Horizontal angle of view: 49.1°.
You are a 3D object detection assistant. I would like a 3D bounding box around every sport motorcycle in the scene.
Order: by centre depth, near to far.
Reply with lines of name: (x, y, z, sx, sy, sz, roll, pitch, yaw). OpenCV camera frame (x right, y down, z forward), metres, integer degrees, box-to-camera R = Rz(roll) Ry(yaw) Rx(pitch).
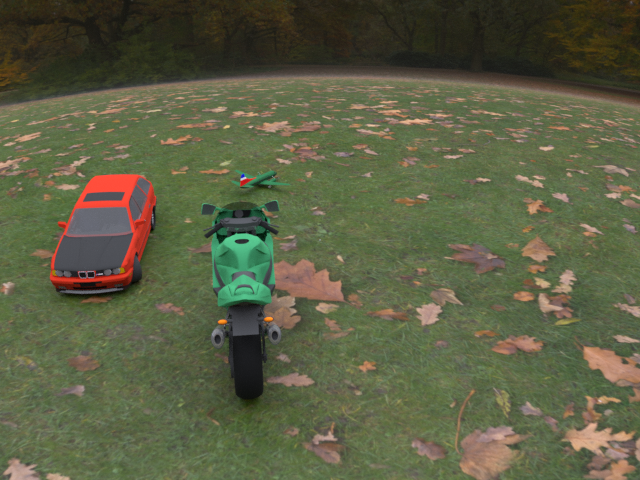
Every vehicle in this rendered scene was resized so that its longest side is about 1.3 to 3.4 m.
sport motorcycle: (-0.911, 0.571, 8.430, 0.983, 1.596, 2.955, -3, 26, -6)

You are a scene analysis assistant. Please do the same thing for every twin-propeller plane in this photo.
twin-propeller plane: (-1.180, -1.208, 13.493, 1.370, 0.407, 1.095, 17, 31, 31)

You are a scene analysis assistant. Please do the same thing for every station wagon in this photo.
station wagon: (-3.308, -0.232, 10.875, 1.327, 0.920, 3.105, -2, 26, -4)
